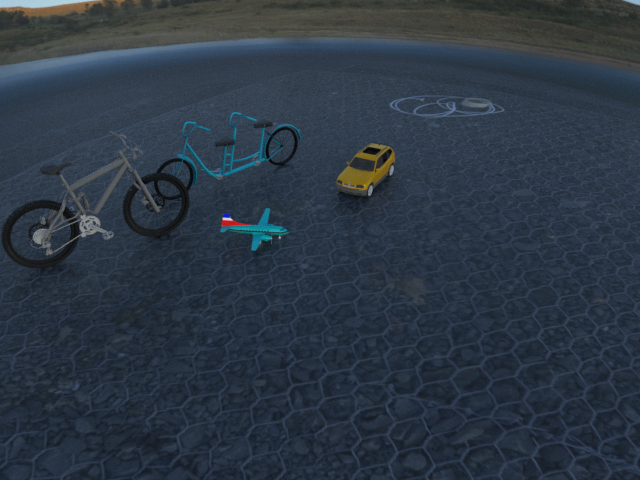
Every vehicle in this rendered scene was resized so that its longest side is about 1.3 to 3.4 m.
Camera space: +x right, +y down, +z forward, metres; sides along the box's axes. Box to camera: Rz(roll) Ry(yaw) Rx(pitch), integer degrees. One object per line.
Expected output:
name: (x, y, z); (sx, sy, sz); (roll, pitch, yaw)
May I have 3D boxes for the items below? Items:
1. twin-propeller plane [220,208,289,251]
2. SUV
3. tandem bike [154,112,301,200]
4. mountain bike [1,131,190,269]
twin-propeller plane: (-1.036, -0.217, 11.181); (1.095, 0.407, 1.370); (3, 31, 5)
SUV: (0.864, -1.322, 12.884); (0.656, 0.580, 1.572); (15, 34, 24)
tandem bike: (-1.613, -1.679, 12.757); (3.192, 1.326, 0.550); (-23, 37, -33)
mountain bike: (-3.332, -0.570, 10.520); (2.857, 1.688, 1.114); (-17, 35, -27)
